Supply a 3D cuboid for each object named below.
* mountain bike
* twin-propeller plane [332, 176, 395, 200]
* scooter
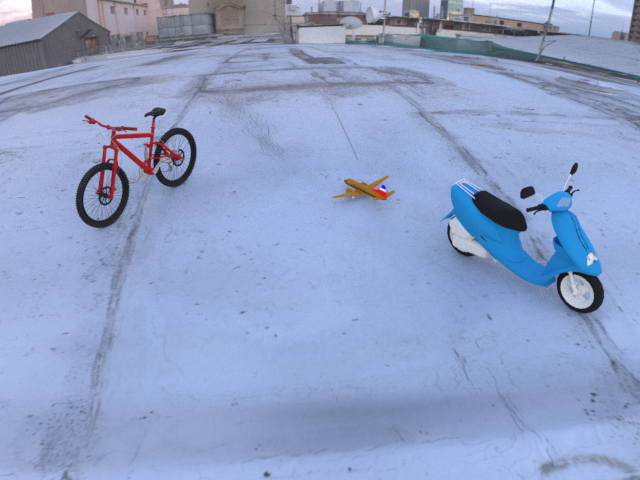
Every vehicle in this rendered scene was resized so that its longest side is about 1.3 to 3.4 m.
[{"bbox_3d":[-3.077,-1.372,11.900,1.114,1.688,2.857,17,34,26],"label":"mountain bike"},{"bbox_3d":[0.800,-0.944,12.437,1.370,0.407,1.095,-23,38,-34],"label":"twin-propeller plane"},{"bbox_3d":[2.825,-0.202,9.807,1.288,1.786,2.721,-24,38,-35],"label":"scooter"}]
